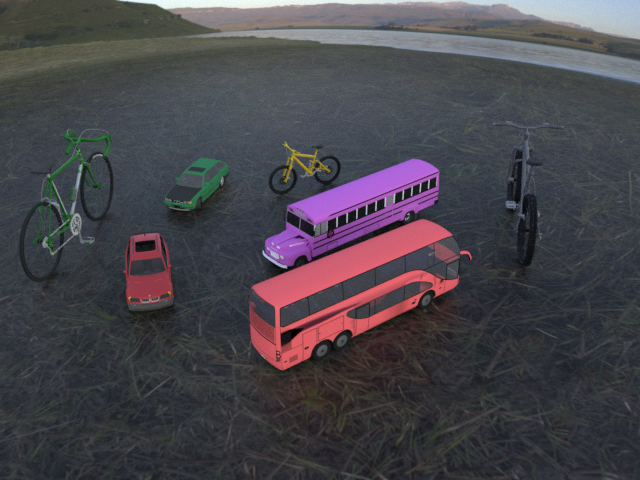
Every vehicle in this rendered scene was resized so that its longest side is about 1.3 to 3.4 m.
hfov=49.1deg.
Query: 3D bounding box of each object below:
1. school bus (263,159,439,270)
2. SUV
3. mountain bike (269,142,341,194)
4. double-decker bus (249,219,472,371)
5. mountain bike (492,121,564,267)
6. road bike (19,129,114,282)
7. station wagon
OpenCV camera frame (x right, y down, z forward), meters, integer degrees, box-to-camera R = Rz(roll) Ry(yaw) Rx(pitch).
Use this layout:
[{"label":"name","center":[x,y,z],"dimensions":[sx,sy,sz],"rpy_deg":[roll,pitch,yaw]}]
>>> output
[{"label":"school bus","center":[0.550,-0.443,11.187],"dimensions":[3.322,0.844,0.709],"rpy_deg":[-23,37,-34]},{"label":"SUV","center":[-2.450,0.412,9.969],"dimensions":[0.656,0.580,1.572],"rpy_deg":[-7,31,-12]},{"label":"mountain bike","center":[-0.266,-1.324,12.687],"dimensions":[1.469,0.868,0.573],"rpy_deg":[-15,33,-24]},{"label":"double-decker bus","center":[0.589,0.615,9.148],"dimensions":[3.251,1.052,0.756],"rpy_deg":[-21,36,-31]},{"label":"mountain bike","center":[3.213,-0.845,11.039],"dimensions":[1.114,1.688,2.857],"rpy_deg":[4,30,7]},{"label":"road bike","center":[-3.839,-0.644,10.723],"dimensions":[0.696,1.656,3.004],"rpy_deg":[4,30,8]},{"label":"station wagon","center":[-2.214,-1.046,12.600],"dimensions":[0.682,0.473,1.597],"rpy_deg":[9,31,15]}]
